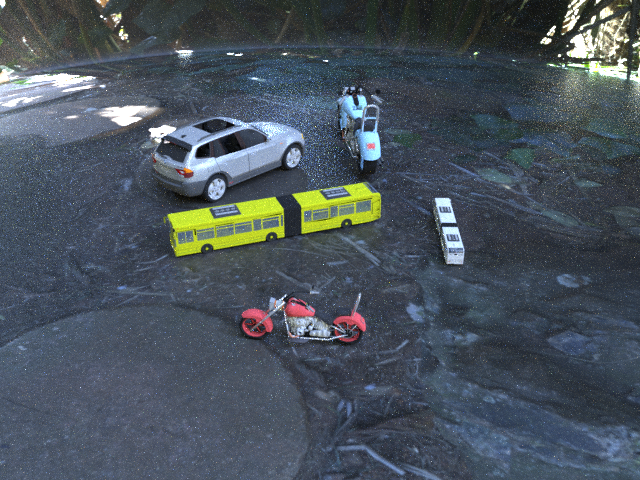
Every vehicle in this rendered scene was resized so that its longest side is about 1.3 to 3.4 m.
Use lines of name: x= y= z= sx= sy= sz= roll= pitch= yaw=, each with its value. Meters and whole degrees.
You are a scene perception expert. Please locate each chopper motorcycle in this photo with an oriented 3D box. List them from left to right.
chopper motorcycle: x=-0.219 y=0.925 z=8.545 sx=1.563 sy=0.761 sz=0.466 roll=4 pitch=30 yaw=6
chopper motorcycle: x=0.706 y=-2.356 z=13.621 sx=0.906 sy=1.480 sz=3.040 roll=-4 pitch=30 yaw=-7

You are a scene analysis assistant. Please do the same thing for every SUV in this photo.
SUV: x=-1.609 y=-1.671 z=12.766 sx=1.276 sy=1.128 sz=3.058 roll=24 pitch=38 yaw=36

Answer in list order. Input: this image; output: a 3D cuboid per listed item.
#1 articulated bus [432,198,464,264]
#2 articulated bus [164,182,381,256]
articulated bus: x=2.002 y=-0.168 z=10.960 sx=0.311 sy=0.289 sz=1.749 roll=1 pitch=29 yaw=2
articulated bus: x=-0.685 y=-0.352 z=11.009 sx=3.401 sy=0.561 sz=0.605 roll=-11 pitch=31 yaw=-18
